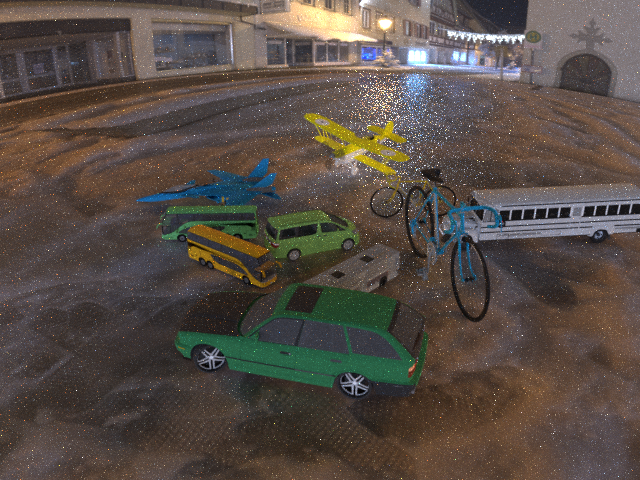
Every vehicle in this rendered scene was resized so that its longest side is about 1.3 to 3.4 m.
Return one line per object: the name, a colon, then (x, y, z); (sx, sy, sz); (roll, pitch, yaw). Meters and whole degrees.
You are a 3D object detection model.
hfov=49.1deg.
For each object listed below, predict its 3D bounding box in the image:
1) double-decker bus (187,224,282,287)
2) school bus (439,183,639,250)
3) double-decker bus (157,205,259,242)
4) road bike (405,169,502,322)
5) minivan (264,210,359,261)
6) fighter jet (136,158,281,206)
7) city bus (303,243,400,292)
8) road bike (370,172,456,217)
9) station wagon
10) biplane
double-decker bus: (-1.348, 0.245, 10.713); (1.672, 0.541, 0.389); (19, 33, 33)
school bus: (3.674, -0.419, 11.672); (3.322, 0.844, 0.709); (-3, 27, -6)
double-decker bus: (-1.869, -0.284, 11.742); (1.672, 0.541, 0.389); (-1, 27, -1)
road bike: (1.790, -0.094, 10.153); (0.696, 1.656, 3.004); (-7, 28, -13)
minivan: (-0.115, -0.131, 11.363); (1.548, 0.616, 0.681); (-11, 29, -20)
fighter jet: (-2.134, -1.028, 13.171); (2.640, 0.557, 2.229); (-7, 28, -13)
city bus: (0.473, 0.583, 10.144); (0.476, 0.460, 1.674); (24, 36, 38)
road bike: (1.657, -0.793, 12.393); (1.545, 0.852, 0.358); (-1, 27, -3)
station wagon: (-0.250, 1.095, 8.644); (3.105, 0.920, 1.327); (7, 28, 14)
biplane: (0.912, -1.959, 14.519); (2.598, 0.981, 2.120); (22, 34, 36)
